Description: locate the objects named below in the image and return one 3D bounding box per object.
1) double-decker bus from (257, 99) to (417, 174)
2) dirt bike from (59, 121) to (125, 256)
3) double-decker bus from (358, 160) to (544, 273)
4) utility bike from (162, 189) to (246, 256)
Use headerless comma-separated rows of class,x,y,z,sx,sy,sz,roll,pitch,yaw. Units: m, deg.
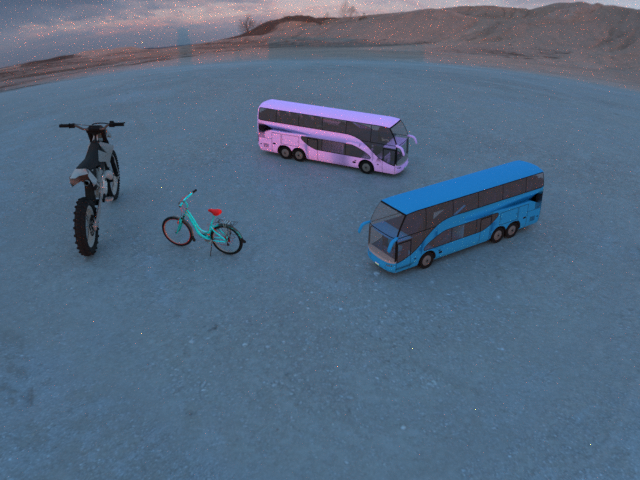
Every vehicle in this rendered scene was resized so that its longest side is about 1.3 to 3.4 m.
double-decker bus,0.277,-2.061,13.987,3.251,1.052,0.756,13,31,23
dirt bike,-3.646,-1.008,11.367,1.024,1.666,2.903,-2,28,-4
double-decker bus,2.122,-0.383,10.849,3.251,1.052,0.756,-17,33,-29
utility bike,-1.817,-0.220,10.659,1.435,0.946,0.535,9,29,16
